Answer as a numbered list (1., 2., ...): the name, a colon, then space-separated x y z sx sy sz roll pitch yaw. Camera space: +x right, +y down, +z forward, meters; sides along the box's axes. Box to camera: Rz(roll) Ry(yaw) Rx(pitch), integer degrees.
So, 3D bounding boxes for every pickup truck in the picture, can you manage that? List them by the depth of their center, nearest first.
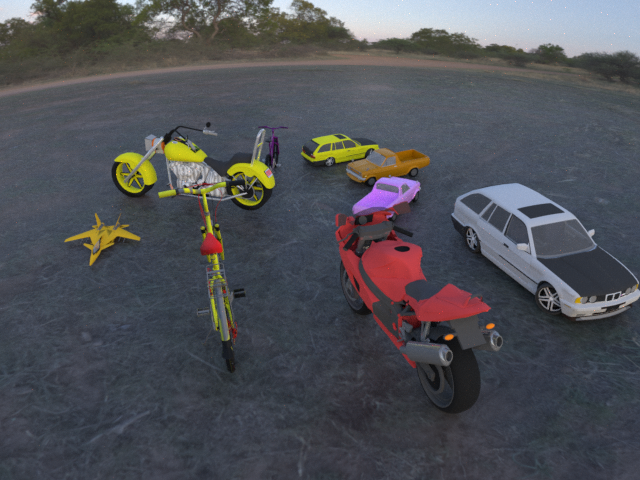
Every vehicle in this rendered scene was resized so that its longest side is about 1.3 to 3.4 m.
1. pickup truck: 1.154 -0.742 11.863 0.640 0.511 1.603 15 30 26
2. pickup truck: 1.294 -1.449 13.253 1.603 0.511 0.640 -14 30 -26

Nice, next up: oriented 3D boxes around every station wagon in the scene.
1. station wagon: 3.108 0.016 9.921 1.327 0.920 3.105 -10 29 -19
2. station wagon: 0.432 -1.869 14.119 1.597 0.473 0.682 -14 30 -25

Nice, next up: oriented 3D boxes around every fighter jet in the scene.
1. fighter jet: -3.352 -0.016 10.683 1.147 0.286 1.358 -1 27 -2

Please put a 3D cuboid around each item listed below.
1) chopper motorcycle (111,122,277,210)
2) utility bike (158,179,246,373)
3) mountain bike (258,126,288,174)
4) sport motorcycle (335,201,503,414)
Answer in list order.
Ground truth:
1. chopper motorcycle: -2.211 -1.304 11.898 3.040 1.480 0.906 9 28 16
2. utility bike: -1.326 0.292 8.365 1.039 1.839 2.791 -5 27 -10
3. mountain bike: -0.911 -1.643 13.240 0.573 0.868 1.469 2 27 4
4. sport motorcycle: 0.930 0.647 7.934 0.983 1.596 2.955 -11 29 -21
